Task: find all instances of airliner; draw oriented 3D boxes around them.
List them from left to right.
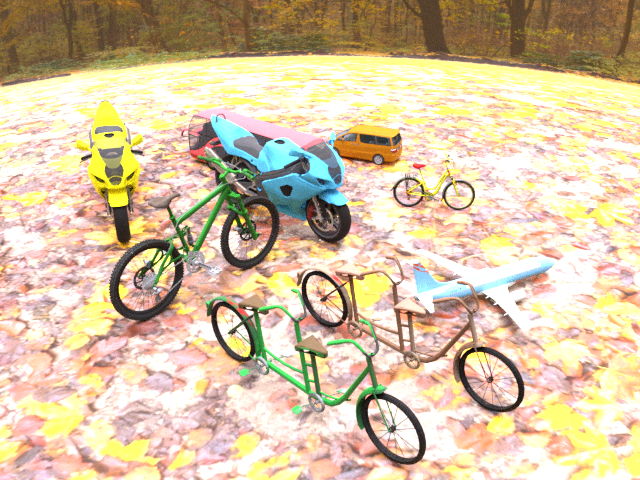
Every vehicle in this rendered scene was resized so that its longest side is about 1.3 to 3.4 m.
[{"bbox_3d":[2.230,0.390,9.368,2.541,0.835,2.257,-14,31,-25],"label":"airliner"}]

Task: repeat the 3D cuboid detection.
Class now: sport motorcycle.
[{"bbox_3d":[-3.380,-1.184,11.498,0.983,1.596,2.955,-8,29,-15],"label":"sport motorcycle"},{"bbox_3d":[-0.678,-1.026,11.204,2.955,1.596,0.983,22,35,35],"label":"sport motorcycle"}]

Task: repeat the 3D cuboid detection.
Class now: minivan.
[{"bbox_3d":[0.853,-1.946,13.959,1.548,0.616,0.681,12,30,21],"label":"minivan"}]

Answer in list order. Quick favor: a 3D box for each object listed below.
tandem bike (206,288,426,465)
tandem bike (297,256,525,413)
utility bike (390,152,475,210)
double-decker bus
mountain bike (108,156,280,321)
[{"bbox_3d":[-0.180,1.192,7.352,3.192,1.326,0.550,24,36,37],"label":"tandem bike"},{"bbox_3d":[0.903,0.855,7.981,3.192,1.326,0.550,23,36,36],"label":"tandem bike"},{"bbox_3d":[1.913,-0.995,11.835,1.435,0.946,0.535,4,29,8],"label":"utility bike"},{"bbox_3d":[-1.239,-1.675,12.992,3.251,1.052,0.756,22,35,35],"label":"double-decker bus"},{"bbox_3d":[-1.583,-0.064,9.313,1.114,1.688,2.857,23,36,37],"label":"mountain bike"}]
